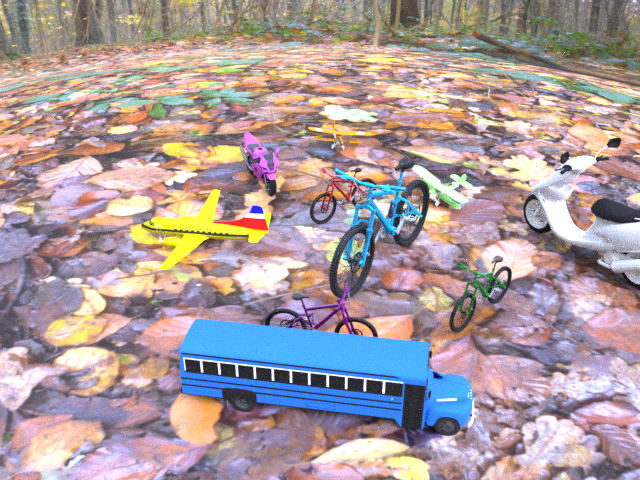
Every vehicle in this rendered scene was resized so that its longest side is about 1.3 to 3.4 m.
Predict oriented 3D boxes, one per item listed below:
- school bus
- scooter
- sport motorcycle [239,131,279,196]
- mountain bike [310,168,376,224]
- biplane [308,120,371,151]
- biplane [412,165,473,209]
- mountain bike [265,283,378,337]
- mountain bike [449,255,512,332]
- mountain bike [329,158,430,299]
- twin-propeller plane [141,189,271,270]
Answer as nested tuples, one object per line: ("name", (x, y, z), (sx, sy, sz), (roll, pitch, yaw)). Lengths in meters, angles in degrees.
("school bus", (0.090, 1.530, 7.981), (3.322, 0.844, 0.709), (5, 30, 8))
("scooter", (4.165, -0.490, 10.532), (1.288, 1.786, 2.721), (-17, 34, -27))
("sport motorcycle", (-1.123, -1.442, 13.140), (0.506, 0.821, 1.520), (-12, 32, -20))
("mountain bike", (0.414, -0.810, 12.001), (1.469, 0.868, 0.573), (-22, 36, -32))
("biplane", (0.387, -2.226, 14.811), (1.336, 0.504, 1.090), (-5, 30, -8))
("biplane", (2.243, -0.920, 12.554), (1.090, 0.504, 1.336), (-20, 36, -31))
("mountain bike", (0.008, 1.031, 8.820), (1.469, 0.868, 0.573), (6, 31, 10))
("mountain bike", (2.204, 0.661, 9.459), (0.573, 0.868, 1.469), (26, 39, 37))
("mountain bike", (0.954, -0.322, 10.338), (1.114, 1.688, 2.857), (19, 35, 29))
("twin-propeller plane", (-1.853, -0.263, 11.131), (2.129, 0.792, 2.663), (5, 30, 8))
